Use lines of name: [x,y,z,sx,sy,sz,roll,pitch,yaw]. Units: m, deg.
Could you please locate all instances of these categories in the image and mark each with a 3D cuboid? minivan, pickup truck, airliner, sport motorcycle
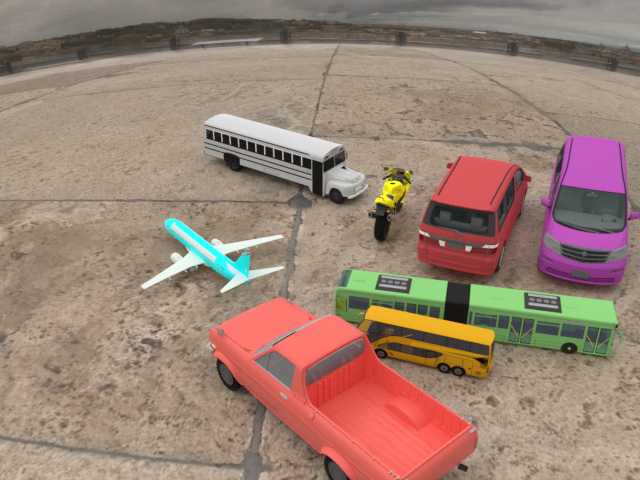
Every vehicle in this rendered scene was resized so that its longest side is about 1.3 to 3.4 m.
minivan: [2.414,-0.599,10.641,1.324,1.197,3.011,12,32,20]
pickup truck: [0.099,1.468,7.263,1.244,0.993,3.117,-23,37,-35]
minivan: [4.006,-0.516,10.497,1.324,1.197,3.011,10,31,17]
airliner: [-1.630,0.011,9.947,2.257,0.835,2.541,-21,36,-32]
sport motorcycle: [1.121,-0.604,11.026,0.506,0.821,1.520,10,32,17]

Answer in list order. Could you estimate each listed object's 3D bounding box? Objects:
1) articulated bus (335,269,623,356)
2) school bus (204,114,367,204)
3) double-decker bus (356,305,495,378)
articulated bus: [1.890,0.885,8.705,3.401,0.561,0.605,7,31,11]
school bus: [-0.658,-1.503,12.563,3.322,0.844,0.709,20,35,30]
double-decker bus: [1.187,1.178,8.218,1.672,0.541,0.389,11,32,18]
